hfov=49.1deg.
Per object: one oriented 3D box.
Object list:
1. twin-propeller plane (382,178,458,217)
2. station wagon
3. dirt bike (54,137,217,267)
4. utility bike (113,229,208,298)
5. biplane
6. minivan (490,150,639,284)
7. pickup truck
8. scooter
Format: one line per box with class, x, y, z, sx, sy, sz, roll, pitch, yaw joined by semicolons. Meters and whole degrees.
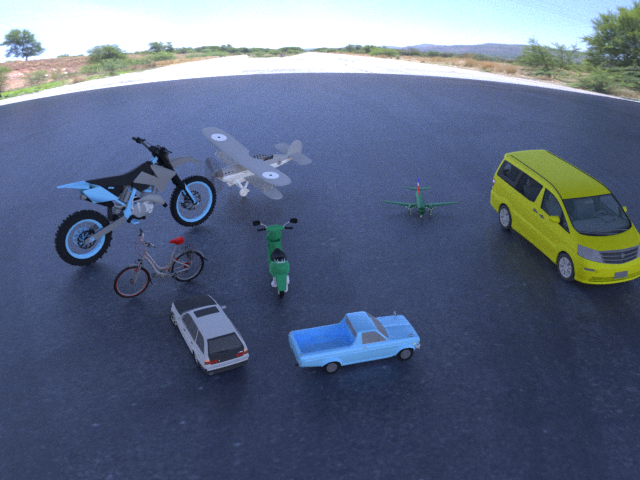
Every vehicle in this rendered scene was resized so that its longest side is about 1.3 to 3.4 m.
twin-propeller plane;1.814;-0.761;12.713;1.370;0.407;1.095;1;27;2
station wagon;-1.450;1.097;8.978;0.682;0.473;1.597;-13;30;-23
dirt bike;-2.891;-0.682;11.166;2.903;1.666;1.024;-23;35;-38
utility bike;-2.253;0.320;9.989;1.435;0.946;0.535;-16;31;-29
biplane;-1.167;-1.435;13.407;2.120;0.981;2.598;-20;33;-34
minivan;3.912;-0.433;11.194;1.324;1.197;3.011;-7;28;-14
pickup truck;0.429;1.219;8.696;1.603;0.511;0.640;-7;28;-14
scooter;-0.631;0.183;10.288;0.662;0.919;1.399;-4;27;-8
